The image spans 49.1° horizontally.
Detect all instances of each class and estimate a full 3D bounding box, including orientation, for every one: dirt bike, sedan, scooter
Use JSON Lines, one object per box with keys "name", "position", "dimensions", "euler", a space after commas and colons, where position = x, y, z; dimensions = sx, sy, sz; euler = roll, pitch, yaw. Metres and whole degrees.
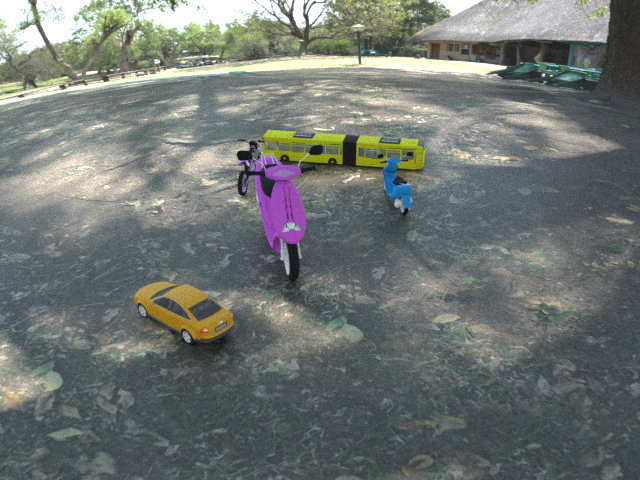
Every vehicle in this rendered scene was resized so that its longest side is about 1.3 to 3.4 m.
{"name": "dirt bike", "position": [-1.343, -1.462, 13.433], "dimensions": [0.527, 0.857, 1.493], "euler": [5, 27, 10]}
{"name": "sedan", "position": [-1.836, 0.869, 9.263], "dimensions": [1.613, 0.483, 0.635], "euler": [21, 34, 35]}
{"name": "scooter", "position": [-0.643, -0.689, 10.890], "dimensions": [1.288, 1.786, 2.721], "euler": [-6, 28, -11]}
{"name": "scooter", "position": [1.384, -1.078, 12.609], "dimensions": [0.662, 0.919, 1.399], "euler": [-5, 27, -11]}

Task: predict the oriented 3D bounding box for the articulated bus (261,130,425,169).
{"name": "articulated bus", "position": [0.460, -1.886, 14.593], "dimensions": [3.401, 0.561, 0.605], "euler": [5, 27, 10]}
